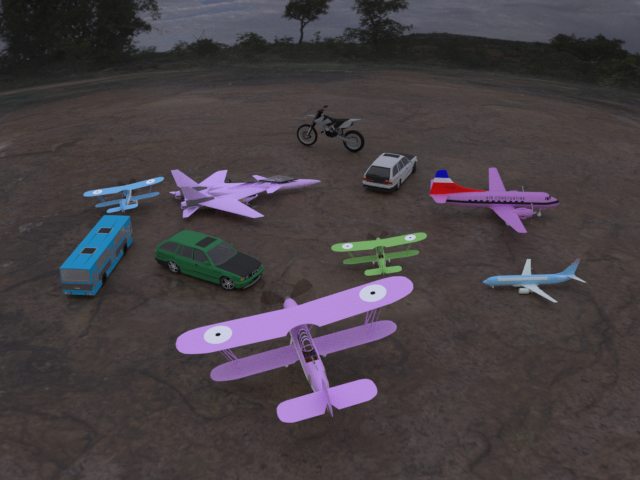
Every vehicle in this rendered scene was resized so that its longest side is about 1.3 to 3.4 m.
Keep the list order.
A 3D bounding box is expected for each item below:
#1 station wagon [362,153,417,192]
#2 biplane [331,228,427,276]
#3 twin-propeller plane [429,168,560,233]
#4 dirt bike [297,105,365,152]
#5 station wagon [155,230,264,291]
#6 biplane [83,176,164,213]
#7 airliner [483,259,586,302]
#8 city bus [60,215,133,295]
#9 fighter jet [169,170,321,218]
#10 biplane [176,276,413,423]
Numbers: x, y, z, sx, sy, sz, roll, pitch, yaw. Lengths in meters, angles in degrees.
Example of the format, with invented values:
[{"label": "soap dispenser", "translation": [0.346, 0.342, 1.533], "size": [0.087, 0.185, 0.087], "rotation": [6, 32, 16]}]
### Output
[{"label": "station wagon", "translation": [1.327, -1.354, 12.958], "size": [0.682, 0.473, 1.597], "rotation": [12, 29, 22]}, {"label": "biplane", "translation": [0.828, 0.228, 9.791], "size": [1.336, 0.504, 1.090], "rotation": [0, 27, 0]}, {"label": "twin-propeller plane", "translation": [2.857, -0.760, 11.429], "size": [2.129, 0.792, 2.663], "rotation": [1, 27, 3]}, {"label": "dirt bike", "translation": [0.206, -2.272, 14.350], "size": [1.493, 0.857, 0.527], "rotation": [10, 28, 19]}, {"label": "station wagon", "translation": [-1.550, 0.241, 9.800], "size": [1.597, 0.473, 0.682], "rotation": [15, 30, 27]}, {"label": "biplane", "translation": [-3.251, -0.691, 11.611], "size": [1.336, 0.504, 1.090], "rotation": [-4, 27, -7]}, {"label": "airliner", "translation": [2.853, 0.453, 9.429], "size": [1.307, 0.429, 1.161], "rotation": [-1, 27, -2]}, {"label": "city bus", "translation": [-3.111, 0.207, 9.883], "size": [0.476, 0.460, 1.674], "rotation": [2, 27, 4]}, {"label": "fighter jet", "translation": [-1.209, -0.988, 12.141], "size": [2.640, 0.557, 2.229], "rotation": [-10, 29, -20]}, {"label": "biplane", "translation": [-0.174, 1.178, 7.381], "size": [2.598, 0.981, 2.120], "rotation": [-6, 27, -12]}]
